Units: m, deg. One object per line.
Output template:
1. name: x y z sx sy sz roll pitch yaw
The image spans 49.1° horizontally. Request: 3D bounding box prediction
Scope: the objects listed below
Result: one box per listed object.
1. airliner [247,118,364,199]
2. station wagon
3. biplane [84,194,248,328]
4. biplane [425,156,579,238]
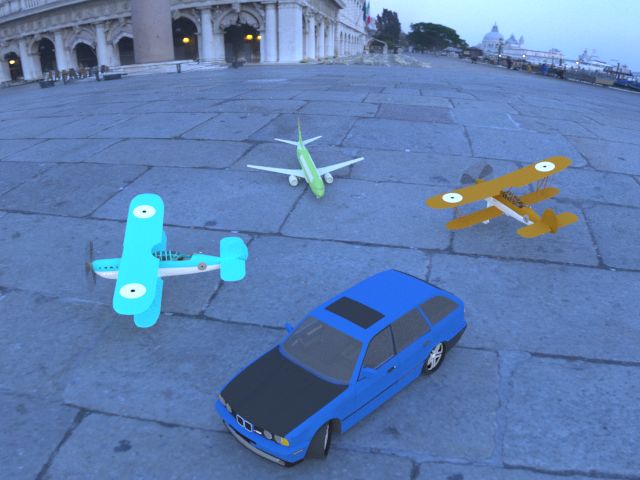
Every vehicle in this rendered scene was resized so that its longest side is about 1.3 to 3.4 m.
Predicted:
1. airliner: -0.212 -1.533 13.050 2.257 0.835 2.541 -5 27 -9
2. station wagon: 0.316 1.181 7.543 1.327 0.920 3.105 23 34 38
3. biplane: -2.002 0.329 9.174 2.120 0.981 2.598 -3 27 -6
4. biplane: 2.963 -0.540 10.908 2.598 0.981 2.120 -11 29 -20
